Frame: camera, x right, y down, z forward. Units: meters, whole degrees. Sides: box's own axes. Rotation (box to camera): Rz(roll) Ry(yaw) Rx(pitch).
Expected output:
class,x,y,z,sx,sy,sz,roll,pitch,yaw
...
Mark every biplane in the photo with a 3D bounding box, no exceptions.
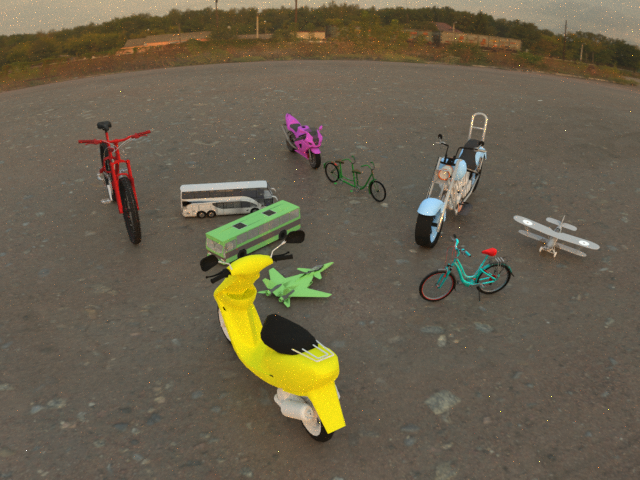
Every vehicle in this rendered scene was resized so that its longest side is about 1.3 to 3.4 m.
class,x,y,z,sx,sy,sz,roll,pitch,yaw
biplane,3.733,-0.063,11.044,1.336,0.504,1.090,15,32,25

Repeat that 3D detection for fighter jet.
class,x,y,z,sx,sy,sz,roll,pitch,yaw
fighter jet,-0.230,0.509,10.212,1.147,0.286,1.358,22,35,35

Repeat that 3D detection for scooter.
class,x,y,z,sx,sy,sz,roll,pitch,yaw
scooter,-0.556,0.948,7.817,1.288,1.786,2.721,-17,33,-28

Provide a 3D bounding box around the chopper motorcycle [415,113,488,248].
class,x,y,z,sx,sy,sz,roll,pitch,yaw
chopper motorcycle,2.267,-1.068,11.882,0.906,1.480,3.040,14,31,24

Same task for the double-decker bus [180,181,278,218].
class,x,y,z,sx,sy,sz,roll,pitch,yaw
double-decker bus,-1.587,-0.717,12.221,1.672,0.541,0.389,-4,29,-7

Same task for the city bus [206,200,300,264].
class,x,y,z,sx,sy,sz,roll,pitch,yaw
city bus,-1.042,-0.125,11.207,0.476,0.460,1.674,24,36,37

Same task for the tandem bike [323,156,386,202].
class,x,y,z,sx,sy,sz,roll,pitch,yaw
tandem bike,0.630,-1.219,13.004,0.283,0.682,1.642,-23,36,-36

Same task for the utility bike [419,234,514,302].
class,x,y,z,sx,sy,sz,roll,pitch,yaw
utility bike,2.075,0.434,9.656,1.435,0.946,0.535,-7,29,-12

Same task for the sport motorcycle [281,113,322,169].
class,x,y,z,sx,sy,sz,roll,pitch,yaw
sport motorcycle,-0.352,-2.041,14.382,0.506,0.821,1.520,-13,31,-23

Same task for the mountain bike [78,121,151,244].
class,x,y,z,sx,sy,sz,roll,pitch,yaw
mountain bike,-3.420,-1.112,11.744,1.114,1.688,2.857,-12,31,-22
